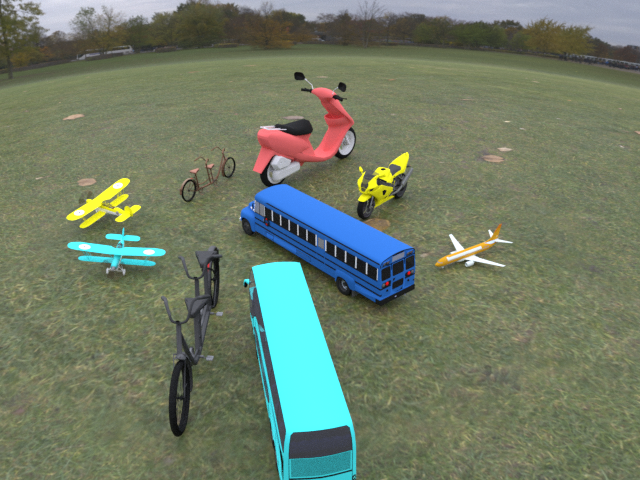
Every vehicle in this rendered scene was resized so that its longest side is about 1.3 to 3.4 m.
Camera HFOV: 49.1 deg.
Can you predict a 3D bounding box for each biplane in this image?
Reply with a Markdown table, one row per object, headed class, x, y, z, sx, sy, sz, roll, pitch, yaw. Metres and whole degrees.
| class | x | y | z | sx | sy | sz | roll | pitch | yaw |
| --- | --- | --- | --- | --- | --- | --- | --- | --- | --- |
| biplane | -2.909 | 0.177 | 10.195 | 1.336 | 0.504 | 1.090 | -3 | 28 | -5 |
| biplane | -3.482 | -0.513 | 11.484 | 1.090 | 0.504 | 1.336 | 15 | 32 | 26 |

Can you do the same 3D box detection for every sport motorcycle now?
| class | x | y | z | sx | sy | sz | roll | pitch | yaw |
| --- | --- | --- | --- | --- | --- | --- | --- | --- | --- |
| sport motorcycle | 1.084 | -0.935 | 11.937 | 0.506 | 0.821 | 1.520 | 19 | 34 | 32 |

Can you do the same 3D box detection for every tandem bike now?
| class | x | y | z | sx | sy | sz | roll | pitch | yaw |
| --- | --- | --- | --- | --- | --- | --- | --- | --- | --- |
| tandem bike | -2.013 | -1.230 | 12.636 | 0.283 | 0.682 | 1.642 | 15 | 31 | 25 |
| tandem bike | -1.425 | 0.816 | 8.132 | 0.550 | 1.326 | 3.192 | 0 | 28 | 0 |

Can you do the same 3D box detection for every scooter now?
| class | x | y | z | sx | sy | sz | roll | pitch | yaw |
| --- | --- | --- | --- | --- | --- | --- | --- | --- | --- |
| scooter | -0.210 | -2.095 | 13.081 | 1.288 | 1.786 | 2.721 | 23 | 36 | 36 |

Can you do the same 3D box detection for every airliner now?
| class | x | y | z | sx | sy | sz | roll | pitch | yaw |
| --- | --- | --- | --- | --- | --- | --- | --- | --- | --- |
| airliner | 2.226 | 0.099 | 10.419 | 1.307 | 0.429 | 1.161 | -17 | 32 | -28 |

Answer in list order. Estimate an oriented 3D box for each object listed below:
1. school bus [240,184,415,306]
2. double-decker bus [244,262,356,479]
| class | x | y | z | sx | sy | sz | roll | pitch | yaw |
| --- | --- | --- | --- | --- | --- | --- | --- | --- | --- |
| school bus | -0.038 | -0.059 | 10.276 | 0.709 | 0.844 | 3.322 | -22 | 35 | -35 |
| double-decker bus | -0.290 | 1.305 | 7.508 | 0.756 | 1.052 | 3.251 | -5 | 29 | -9 |
